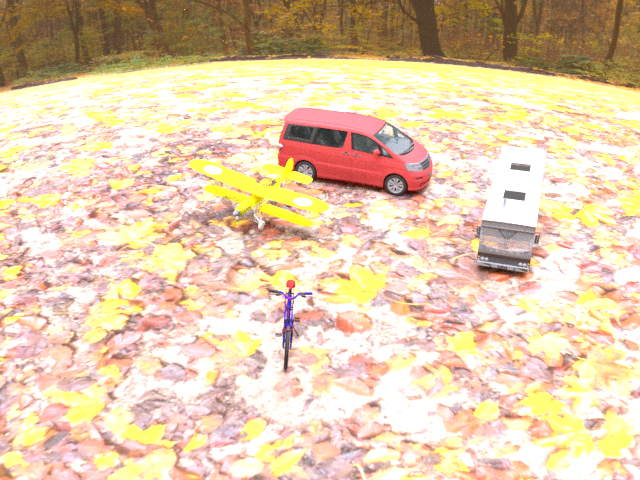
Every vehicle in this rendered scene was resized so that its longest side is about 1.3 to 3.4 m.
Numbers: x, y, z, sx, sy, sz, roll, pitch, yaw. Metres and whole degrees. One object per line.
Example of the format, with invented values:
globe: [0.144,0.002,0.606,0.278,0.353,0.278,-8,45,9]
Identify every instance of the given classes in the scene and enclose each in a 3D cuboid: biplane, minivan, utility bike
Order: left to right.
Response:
biplane: [-0.915,-0.818,12.124,2.598,0.981,2.120,12,31,21]
utility bike: [-0.359,0.937,8.933,0.535,0.946,1.435,0,29,-1]
minivan: [0.700,-1.774,13.656,3.011,1.197,1.324,10,30,19]

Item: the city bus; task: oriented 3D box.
city bus: [3.264,-0.584,11.783,0.926,0.894,3.255,9,30,16]
